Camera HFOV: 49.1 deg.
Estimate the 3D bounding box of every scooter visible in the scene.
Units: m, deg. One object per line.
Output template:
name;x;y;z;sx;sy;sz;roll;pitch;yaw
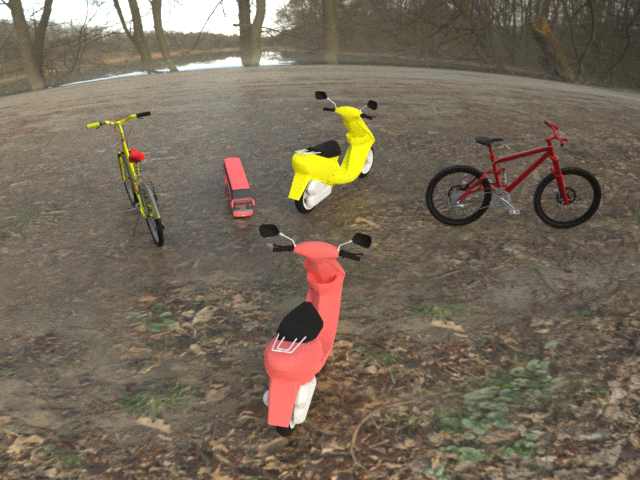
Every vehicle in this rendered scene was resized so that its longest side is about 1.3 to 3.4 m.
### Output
scooter;0.289;-1.635;12.552;1.288;1.786;2.721;17;32;29
scooter;-0.125;0.812;7.904;1.288;1.786;2.721;6;28;11

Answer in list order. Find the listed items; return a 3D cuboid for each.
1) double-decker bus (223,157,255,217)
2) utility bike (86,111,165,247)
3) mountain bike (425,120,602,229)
double-decker bus;-1.485;-0.948;12.584;0.389;0.541;1.672;-6;28;-11
utility bike;-3.078;-1.042;11.369;1.039;1.839;2.791;-13;30;-23
mountain bike;3.174;-0.969;11.393;2.857;1.688;1.114;1;28;3
